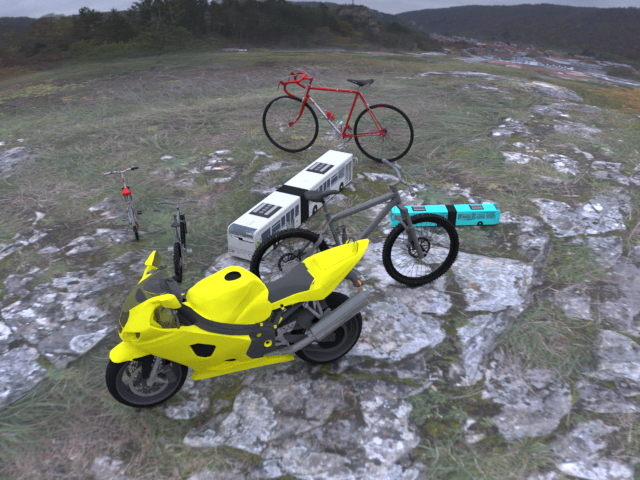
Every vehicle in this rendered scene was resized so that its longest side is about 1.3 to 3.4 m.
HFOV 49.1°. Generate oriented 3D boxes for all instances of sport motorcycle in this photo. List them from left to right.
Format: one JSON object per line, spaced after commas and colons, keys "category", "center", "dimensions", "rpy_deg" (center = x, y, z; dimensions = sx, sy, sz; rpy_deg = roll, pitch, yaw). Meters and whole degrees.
{"category": "sport motorcycle", "center": [-0.839, 0.876, 7.522], "dimensions": [2.955, 1.596, 0.983], "rpy_deg": [-11, 31, -19]}

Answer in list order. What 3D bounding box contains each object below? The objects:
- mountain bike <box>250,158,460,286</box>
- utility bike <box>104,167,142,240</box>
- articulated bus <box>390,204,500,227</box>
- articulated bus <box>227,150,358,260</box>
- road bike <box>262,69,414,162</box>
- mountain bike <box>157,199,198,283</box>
{"category": "mountain bike", "center": [0.495, -0.022, 9.056], "dimensions": [2.857, 1.688, 1.114], "rpy_deg": [-7, 30, -12]}
{"category": "utility bike", "center": [-3.016, -0.607, 10.887], "dimensions": [0.535, 0.946, 1.435], "rpy_deg": [-9, 30, -16]}
{"category": "articulated bus", "center": [1.979, -0.392, 11.178], "dimensions": [1.749, 0.289, 0.311], "rpy_deg": [-2, 29, -3]}
{"category": "articulated bus", "center": [-0.361, -0.646, 11.357], "dimensions": [0.605, 0.561, 3.401], "rpy_deg": [14, 32, 23]}
{"category": "road bike", "center": [0.308, -2.346, 13.306], "dimensions": [3.004, 1.656, 0.697], "rpy_deg": [8, 30, 14]}
{"category": "mountain bike", "center": [-2.000, -0.044, 9.946], "dimensions": [0.573, 0.868, 1.469], "rpy_deg": [-3, 29, -6]}
